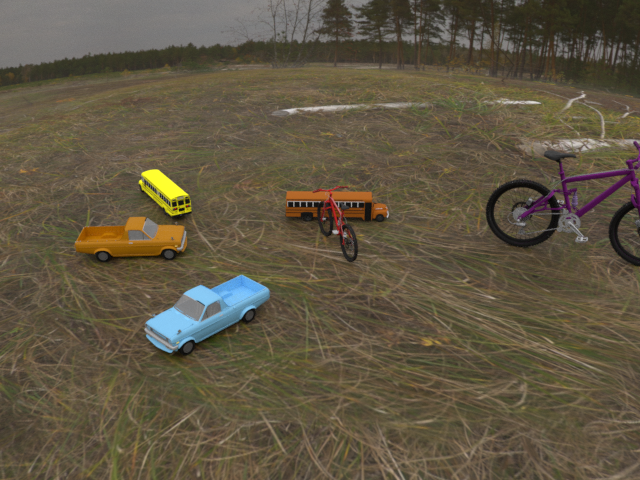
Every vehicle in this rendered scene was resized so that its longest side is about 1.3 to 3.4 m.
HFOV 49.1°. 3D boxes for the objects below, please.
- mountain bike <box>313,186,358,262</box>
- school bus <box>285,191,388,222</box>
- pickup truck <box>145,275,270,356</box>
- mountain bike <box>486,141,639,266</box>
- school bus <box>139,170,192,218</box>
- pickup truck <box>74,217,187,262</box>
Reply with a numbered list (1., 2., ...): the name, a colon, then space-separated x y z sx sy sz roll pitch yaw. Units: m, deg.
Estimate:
1. mountain bike: 0.252 -0.284 10.577 0.573 0.868 1.469 -10 28 -19
2. school bus: 0.284 -0.567 11.628 1.708 0.434 0.365 1 27 1
3. pickup truck: -1.376 0.853 8.698 0.640 0.511 1.603 23 34 38
4. mountain bike: 3.873 -0.519 10.130 2.857 1.688 1.114 10 28 19
5. school bus: -2.734 -0.841 12.178 0.365 0.434 1.708 -16 31 -29
6. pickup truck: -2.817 -0.040 10.488 1.603 0.511 0.640 -2 27 -3
